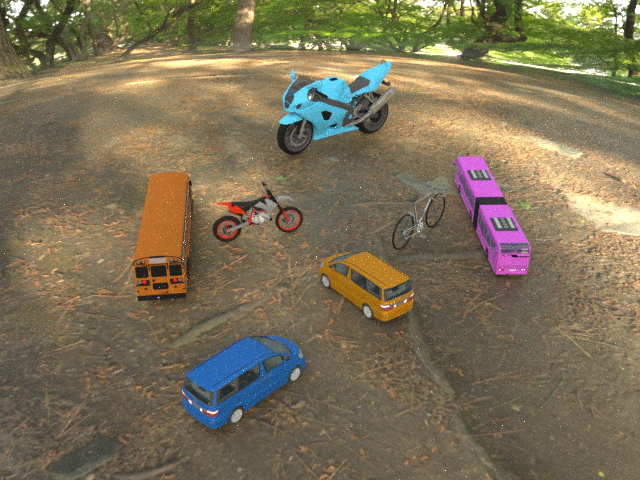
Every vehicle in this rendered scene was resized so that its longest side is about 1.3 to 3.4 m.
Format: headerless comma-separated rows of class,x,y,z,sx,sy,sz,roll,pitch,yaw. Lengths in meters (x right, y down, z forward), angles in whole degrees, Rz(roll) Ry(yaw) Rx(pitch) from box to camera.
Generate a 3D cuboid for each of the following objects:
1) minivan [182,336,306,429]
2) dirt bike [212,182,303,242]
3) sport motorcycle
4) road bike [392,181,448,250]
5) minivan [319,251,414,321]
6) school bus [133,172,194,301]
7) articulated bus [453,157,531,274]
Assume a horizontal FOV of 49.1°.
minivan,-0.841,1.517,8.083,0.681,0.616,1.548,24,38,36
dirt bike,-0.996,-0.427,11.238,1.493,0.857,0.527,-9,31,-15
sport motorcycle,0.335,-2.792,14.629,2.955,1.596,0.983,-21,36,-32
road bike,1.610,-0.414,11.221,0.358,0.852,1.545,23,37,34
minivan,0.610,0.538,9.795,0.681,0.616,1.548,-20,36,-31
school bus,-2.374,-0.221,10.891,0.709,0.844,3.322,-4,30,-6
articulated bus,2.802,-0.512,11.685,0.605,0.561,3.401,0,30,-1
